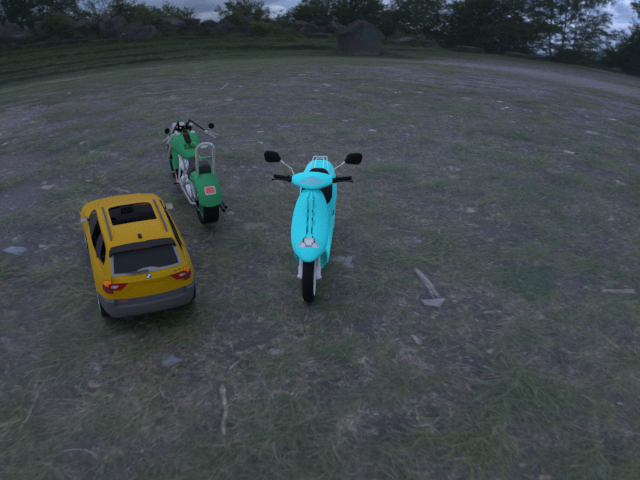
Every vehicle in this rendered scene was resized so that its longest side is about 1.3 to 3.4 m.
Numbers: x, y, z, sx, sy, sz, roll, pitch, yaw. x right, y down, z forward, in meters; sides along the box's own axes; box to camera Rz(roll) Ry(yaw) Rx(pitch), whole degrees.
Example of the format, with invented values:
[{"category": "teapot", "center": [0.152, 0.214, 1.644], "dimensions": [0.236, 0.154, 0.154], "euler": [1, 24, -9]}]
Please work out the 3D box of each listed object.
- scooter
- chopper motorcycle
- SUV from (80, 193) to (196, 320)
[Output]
[{"category": "scooter", "center": [-0.072, -0.491, 9.742], "dimensions": [1.288, 1.786, 2.721], "euler": [2, 28, 3]}, {"category": "chopper motorcycle", "center": [-2.185, -1.366, 11.747], "dimensions": [0.906, 1.480, 3.040], "euler": [-10, 29, -19]}, {"category": "SUV", "center": [-2.556, -0.031, 9.572], "dimensions": [1.276, 1.128, 3.058], "euler": [-10, 29, -19]}]
